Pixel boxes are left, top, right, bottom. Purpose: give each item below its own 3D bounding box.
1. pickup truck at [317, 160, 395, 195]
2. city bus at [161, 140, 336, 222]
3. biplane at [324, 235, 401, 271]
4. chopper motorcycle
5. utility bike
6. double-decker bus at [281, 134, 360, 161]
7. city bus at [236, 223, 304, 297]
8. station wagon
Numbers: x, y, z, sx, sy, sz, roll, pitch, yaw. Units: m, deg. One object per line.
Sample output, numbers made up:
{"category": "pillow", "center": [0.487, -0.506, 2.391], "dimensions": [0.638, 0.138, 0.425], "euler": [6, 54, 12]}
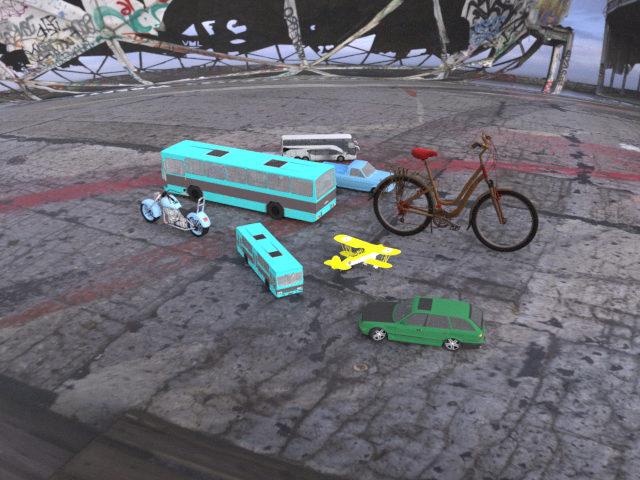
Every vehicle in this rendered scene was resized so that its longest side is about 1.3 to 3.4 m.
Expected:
{"category": "pickup truck", "center": [0.668, -1.265, 13.613], "dimensions": [1.603, 0.511, 0.640], "euler": [11, 28, 22]}
{"category": "city bus", "center": [-1.339, -1.074, 12.784], "dimensions": [3.255, 0.894, 0.926], "euler": [12, 29, 24]}
{"category": "biplane", "center": [0.571, 0.244, 10.531], "dimensions": [1.090, 0.504, 1.336], "euler": [-21, 33, -36]}
{"category": "chopper motorcycle", "center": [-2.471, -0.524, 11.811], "dimensions": [1.563, 0.761, 0.466], "euler": [17, 31, 31]}
{"category": "utility bike", "center": [2.128, -0.837, 11.225], "dimensions": [2.791, 1.839, 1.039], "euler": [10, 28, 20]}
{"category": "double-decker bus", "center": [-0.001, -1.978, 15.037], "dimensions": [1.672, 0.541, 0.389], "euler": [-2, 26, -3]}
{"category": "city bus", "center": [-0.780, 0.289, 10.490], "dimensions": [0.476, 0.460, 1.674], "euler": [-12, 28, -23]}
{"category": "station wagon", "center": [1.301, 1.014, 8.991], "dimensions": [1.597, 0.473, 0.682], "euler": [6, 27, 12]}
